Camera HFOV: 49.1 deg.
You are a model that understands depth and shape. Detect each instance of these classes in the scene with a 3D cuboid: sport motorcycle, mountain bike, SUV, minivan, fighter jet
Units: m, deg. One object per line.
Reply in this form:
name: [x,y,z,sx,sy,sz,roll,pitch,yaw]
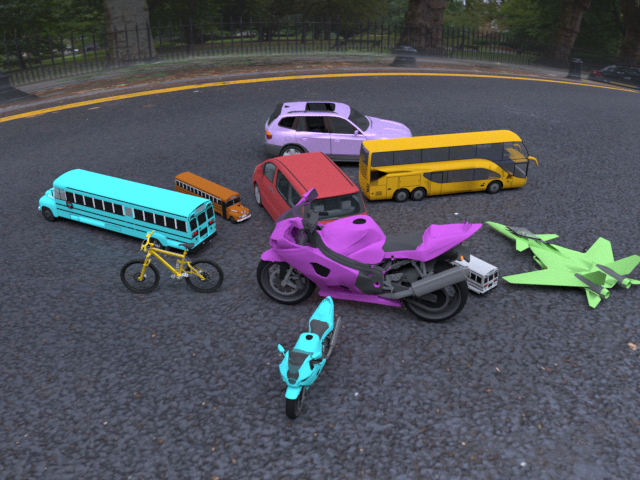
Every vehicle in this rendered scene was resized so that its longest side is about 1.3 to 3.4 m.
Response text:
sport motorcycle: [-0.113,1.361,8.177,0.506,0.821,1.520,9,30,15]
mountain bike: [-2.106,0.379,9.893,1.469,0.868,0.573,0,29,-1]
SUV: [0.365,-2.185,14.231,3.058,1.128,1.276,1,29,2]
minivan: [-0.256,-0.798,11.670,1.324,1.197,3.011,-10,31,-18]
fighter jet: [3.518,0.083,10.745,2.229,0.557,2.640,-18,34,-29]
sport motorcycle: [0.572,0.282,9.318,2.955,1.596,0.983,5,30,10]

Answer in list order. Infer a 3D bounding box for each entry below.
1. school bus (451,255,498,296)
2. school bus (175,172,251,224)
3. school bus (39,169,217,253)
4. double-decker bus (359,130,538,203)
school bus: [1.865,0.306,10.471,0.365,0.434,1.708,-23,36,-35]
school bus: [-1.903,-0.758,12.382,1.708,0.434,0.365,24,37,36]
school bus: [-3.281,-0.523,11.539,3.322,0.844,0.709,14,32,23]
double-decker bus: [2.333,-1.377,12.859,3.251,1.052,0.756,-6,30,-10]
